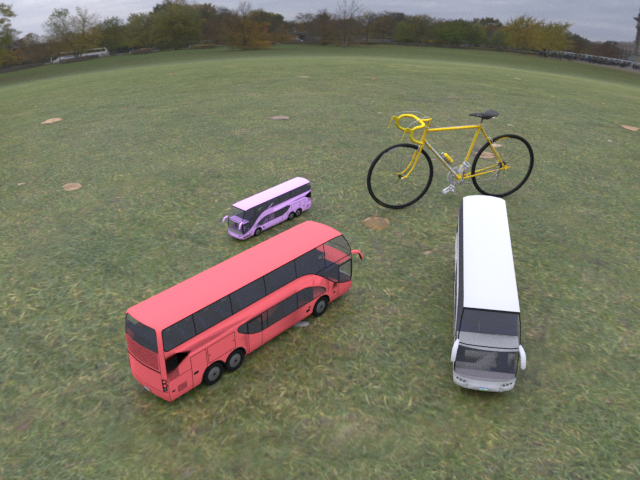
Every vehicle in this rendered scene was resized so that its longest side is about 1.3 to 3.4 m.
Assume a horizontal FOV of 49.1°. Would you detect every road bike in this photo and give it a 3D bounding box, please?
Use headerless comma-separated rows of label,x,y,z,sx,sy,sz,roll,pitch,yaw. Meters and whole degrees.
road bike,2.221,-1.365,11.623,3.004,1.656,0.696,-7,29,-12

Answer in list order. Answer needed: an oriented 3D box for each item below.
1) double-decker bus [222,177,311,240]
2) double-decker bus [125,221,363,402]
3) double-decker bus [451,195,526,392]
double-decker bus,-0.800,-0.504,11.186,0.389,0.541,1.672,22,35,36
double-decker bus,-0.784,0.702,8.356,0.756,1.052,3.251,22,35,36
double-decker bus,2.014,0.554,8.635,0.756,1.052,3.251,5,28,9
